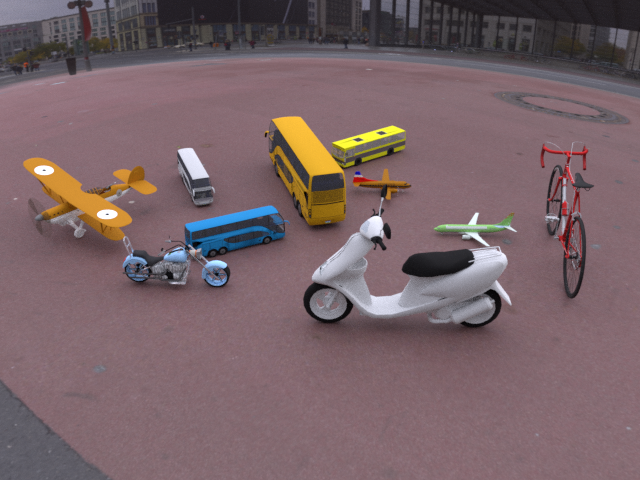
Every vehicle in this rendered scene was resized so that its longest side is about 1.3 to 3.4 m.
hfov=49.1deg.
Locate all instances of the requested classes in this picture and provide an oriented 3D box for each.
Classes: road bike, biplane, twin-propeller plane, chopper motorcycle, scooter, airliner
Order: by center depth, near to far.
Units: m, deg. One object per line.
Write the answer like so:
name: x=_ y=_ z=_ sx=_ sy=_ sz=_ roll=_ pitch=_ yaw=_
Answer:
scooter: x=1.134 y=0.351 z=9.006 sx=2.721 sy=1.786 sz=1.288 roll=1 pitch=29 yaw=3
chopper motorcycle: x=-2.091 y=0.314 z=10.122 sx=1.563 sy=0.761 sz=0.466 roll=2 pitch=29 yaw=3
road bike: x=3.704 y=-0.419 z=10.516 sx=0.696 sy=1.656 sz=3.004 roll=4 pitch=29 yaw=7
airliner: x=2.536 y=-0.270 z=11.508 sx=1.307 sy=0.429 sz=1.161 roll=1 pitch=29 yaw=2
biplane: x=-3.750 y=-0.671 z=11.660 sx=2.598 sy=0.981 sz=2.120 roll=22 pitch=36 yaw=34
twin-propeller plane: x=1.153 y=-1.077 z=12.975 sx=1.095 sy=0.407 sz=1.370 roll=1 pitch=29 yaw=2

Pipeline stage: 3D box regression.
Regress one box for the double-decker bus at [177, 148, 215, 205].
double-decker bus: x=-2.331 y=-1.175 z=13.013 sx=0.389 sy=0.541 sz=1.672 roll=-10 pitch=31 yaw=-18

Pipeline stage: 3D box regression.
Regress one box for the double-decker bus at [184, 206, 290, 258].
double-decker bus: x=-1.315 y=-0.141 z=11.163 sx=1.672 sy=0.541 sz=0.389 roll=-14 pitch=32 yaw=-23

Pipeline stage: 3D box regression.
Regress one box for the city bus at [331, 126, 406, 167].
city bus: x=1.014 y=-1.917 z=14.423 sx=1.674 sy=0.460 sz=0.476 roll=-20 pitch=35 yaw=-32

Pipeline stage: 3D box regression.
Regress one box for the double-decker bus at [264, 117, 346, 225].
double-decker bus: x=-0.311 y=-1.369 z=12.836 sx=0.756 sy=1.052 sz=3.251 roll=-8 pitch=30 yaw=-14
